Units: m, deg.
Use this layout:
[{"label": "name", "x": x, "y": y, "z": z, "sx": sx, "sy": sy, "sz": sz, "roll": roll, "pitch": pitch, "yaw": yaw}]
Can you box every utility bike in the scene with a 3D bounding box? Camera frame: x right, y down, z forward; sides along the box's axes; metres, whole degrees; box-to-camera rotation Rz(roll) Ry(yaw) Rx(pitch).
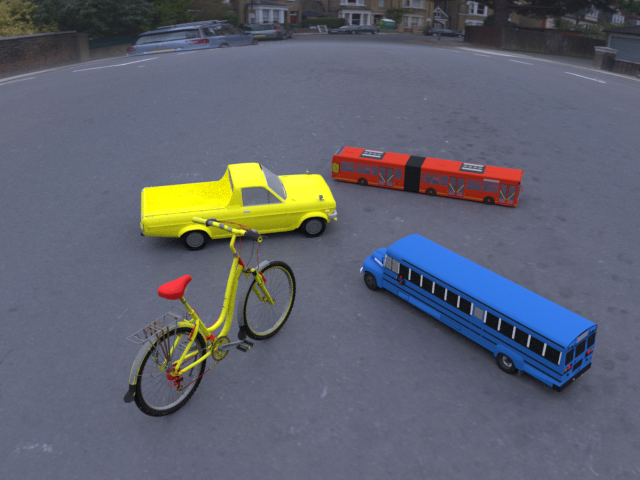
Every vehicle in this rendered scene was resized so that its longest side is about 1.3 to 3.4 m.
[{"label": "utility bike", "x": -1.253, "y": 0.740, "z": 8.026, "sx": 1.039, "sy": 1.839, "sz": 2.791, "roll": 21, "pitch": 36, "yaw": 31}]

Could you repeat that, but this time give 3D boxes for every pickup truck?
[{"label": "pickup truck", "x": -1.306, "y": -0.625, "z": 11.199, "sx": 3.117, "sy": 0.993, "sz": 1.244, "roll": -6, "pitch": 31, "yaw": -11}]

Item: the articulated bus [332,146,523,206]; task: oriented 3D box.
[{"label": "articulated bus", "x": 1.890, "y": -1.157, "z": 12.537, "sx": 3.401, "sy": 0.561, "sz": 0.605, "roll": 10, "pitch": 32, "yaw": 17}]

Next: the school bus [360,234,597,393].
[{"label": "school bus", "x": 1.847, "y": 0.754, "z": 8.987, "sx": 0.709, "sy": 0.844, "sz": 3.322, "roll": -24, "pitch": 38, "yaw": -34}]
